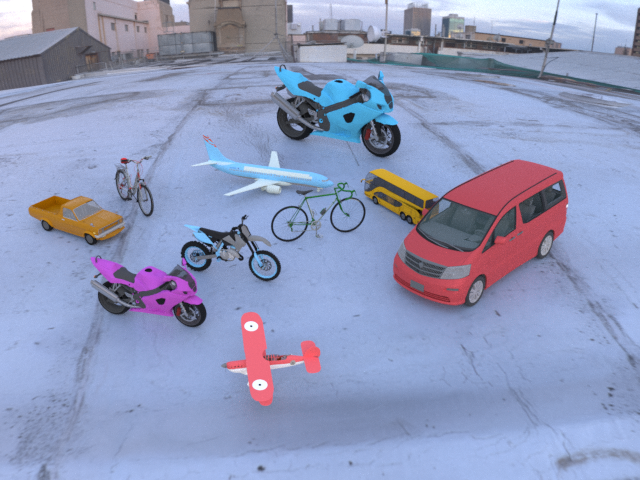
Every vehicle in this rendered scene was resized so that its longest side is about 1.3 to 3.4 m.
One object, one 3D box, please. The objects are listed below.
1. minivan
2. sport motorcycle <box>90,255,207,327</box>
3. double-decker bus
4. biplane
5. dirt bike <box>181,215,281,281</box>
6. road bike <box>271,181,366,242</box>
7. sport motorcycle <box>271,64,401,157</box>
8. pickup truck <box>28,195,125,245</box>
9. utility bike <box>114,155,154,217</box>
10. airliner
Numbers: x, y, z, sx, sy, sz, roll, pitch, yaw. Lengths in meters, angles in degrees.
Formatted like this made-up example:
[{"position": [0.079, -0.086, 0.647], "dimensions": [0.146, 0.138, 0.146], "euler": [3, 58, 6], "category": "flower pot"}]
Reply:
[{"position": [2.311, -0.170, 9.836], "dimensions": [1.324, 1.197, 3.011], "euler": [24, 36, 39], "category": "minivan"}, {"position": [-2.122, 0.634, 8.677], "dimensions": [1.520, 0.821, 0.506], "euler": [8, 28, 15], "category": "sport motorcycle"}, {"position": [1.317, -0.729, 11.647], "dimensions": [0.389, 0.541, 1.672], "euler": [-16, 31, -29], "category": "double-decker bus"}, {"position": [-0.529, 1.342, 7.643], "dimensions": [1.090, 0.504, 1.336], "euler": [-5, 27, -9], "category": "biplane"}, {"position": [-1.247, 0.117, 9.649], "dimensions": [1.493, 0.857, 0.527], "euler": [8, 28, 15], "category": "dirt bike"}, {"position": [-0.011, -0.430, 10.722], "dimensions": [1.545, 0.852, 0.358], "euler": [-9, 29, -17], "category": "road bike"}, {"position": [0.315, -2.647, 14.236], "dimensions": [2.955, 1.596, 0.983], "euler": [16, 31, 28], "category": "sport motorcycle"}, {"position": [-3.844, -0.395, 11.029], "dimensions": [1.603, 0.511, 0.640], "euler": [15, 31, 27], "category": "pickup truck"}, {"position": [-3.105, -1.003, 11.738], "dimensions": [0.535, 0.946, 1.435], "euler": [-20, 33, -34], "category": "utility bike"}, {"position": [-0.965, -1.366, 12.568], "dimensions": [2.541, 0.835, 2.257], "euler": [8, 28, 16], "category": "airliner"}]
